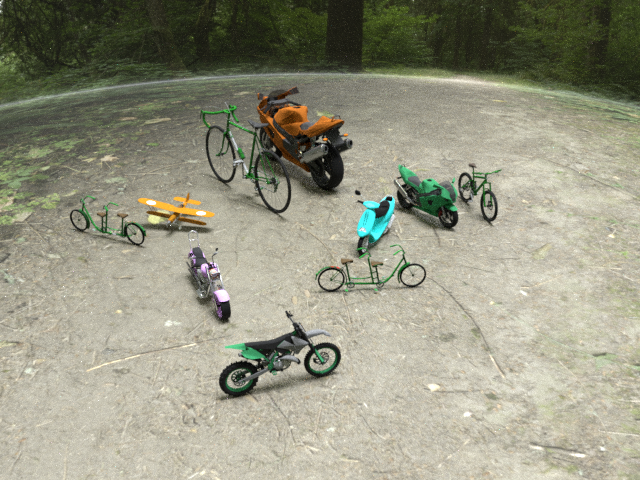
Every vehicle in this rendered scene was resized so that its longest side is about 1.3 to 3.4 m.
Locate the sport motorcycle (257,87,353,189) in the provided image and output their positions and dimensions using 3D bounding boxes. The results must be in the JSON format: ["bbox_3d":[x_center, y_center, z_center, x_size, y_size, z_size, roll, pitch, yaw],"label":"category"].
[{"bbox_3d":[-0.433,-2.097,14.199,0.983,1.596,2.955,-17,31,-31],"label":"sport motorcycle"}]

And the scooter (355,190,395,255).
[{"bbox_3d":[0.930,-0.399,11.548,0.662,0.919,1.399,13,29,24],"label":"scooter"}]

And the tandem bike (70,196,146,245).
[{"bbox_3d":[-3.575,-0.339,11.694,1.642,0.682,0.283,12,29,23],"label":"tandem bike"}]

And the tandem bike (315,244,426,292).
[{"bbox_3d":[0.745,0.423,10.163,1.642,0.682,0.283,-3,27,-5],"label":"tandem bike"}]

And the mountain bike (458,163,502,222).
[{"bbox_3d":[2.857,-0.934,12.679,0.573,0.868,1.469,-7,27,-14],"label":"mountain bike"}]

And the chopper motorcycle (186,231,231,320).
[{"bbox_3d":[-1.590,0.484,9.951,0.466,0.761,1.563,-12,29,-23],"label":"chopper motorcycle"}]

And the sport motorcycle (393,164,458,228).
[{"bbox_3d":[1.899,-0.788,12.439,0.506,0.821,1.520,-18,32,-32],"label":"sport motorcycle"}]

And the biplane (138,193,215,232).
[{"bbox_3d":[-2.439,-0.500,12.217,1.336,0.504,1.090,4,27,8],"label":"biplane"}]

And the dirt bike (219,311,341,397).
[{"bbox_3d":[-0.452,1.338,8.129,1.493,0.857,0.527,-9,28,-18],"label":"dirt bike"}]

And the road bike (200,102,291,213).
[{"bbox_3d":[-1.415,-1.591,13.115,0.697,1.656,3.004,-19,32,-33],"label":"road bike"}]
